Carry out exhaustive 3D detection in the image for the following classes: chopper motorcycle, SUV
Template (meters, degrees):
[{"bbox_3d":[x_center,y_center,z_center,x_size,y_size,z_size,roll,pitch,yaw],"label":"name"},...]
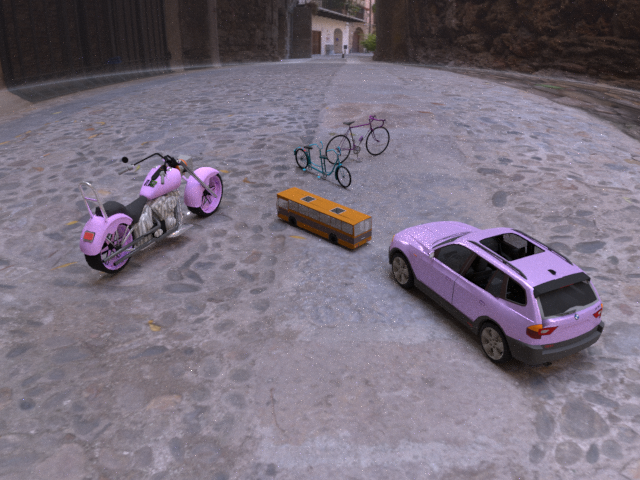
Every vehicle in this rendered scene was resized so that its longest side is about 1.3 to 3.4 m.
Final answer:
[{"bbox_3d":[-2.379,-0.630,10.309,0.906,1.480,3.040,13,30,23],"label":"chopper motorcycle"},{"bbox_3d":[2.061,0.399,8.676,1.276,1.128,3.058,-13,30,-24],"label":"SUV"}]

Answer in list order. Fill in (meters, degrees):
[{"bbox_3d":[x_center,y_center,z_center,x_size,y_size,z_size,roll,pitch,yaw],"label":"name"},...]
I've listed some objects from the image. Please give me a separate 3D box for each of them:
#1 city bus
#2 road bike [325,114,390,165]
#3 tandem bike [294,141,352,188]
[{"bbox_3d":[0.038,-0.339,10.863,1.674,0.460,0.476,24,35,38],"label":"city bus"},{"bbox_3d":[0.751,-1.963,13.621,1.545,0.852,0.358,-16,31,-29],"label":"road bike"},{"bbox_3d":[0.029,-1.465,12.831,0.283,0.682,1.642,-21,33,-35],"label":"tandem bike"}]
